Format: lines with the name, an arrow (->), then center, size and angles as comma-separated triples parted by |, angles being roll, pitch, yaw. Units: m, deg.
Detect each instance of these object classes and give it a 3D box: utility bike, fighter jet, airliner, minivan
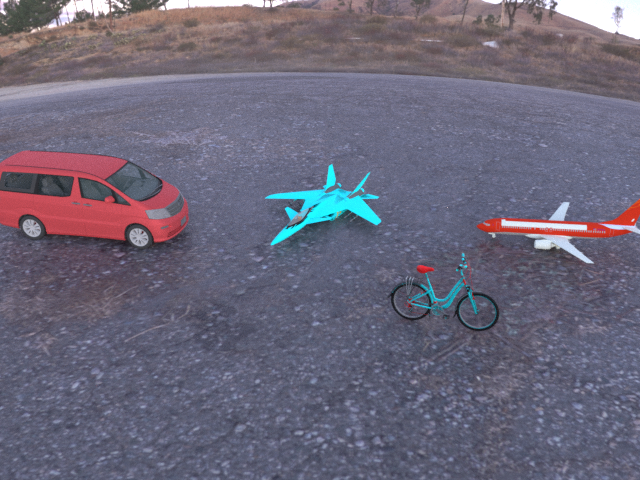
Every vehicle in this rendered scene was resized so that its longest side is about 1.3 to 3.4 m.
utility bike -> 1.572, 0.638, 8.893 | 1.435, 0.946, 0.535 | 8, 27, 16
fighter jet -> -0.087, -0.573, 11.808 | 2.229, 0.557, 2.640 | 15, 30, 27
airliner -> 3.785, -0.345, 11.025 | 2.541, 0.835, 2.257 | 4, 26, 8
minivan -> -3.670, -0.709, 11.357 | 3.011, 1.197, 1.324 | 5, 26, 10
